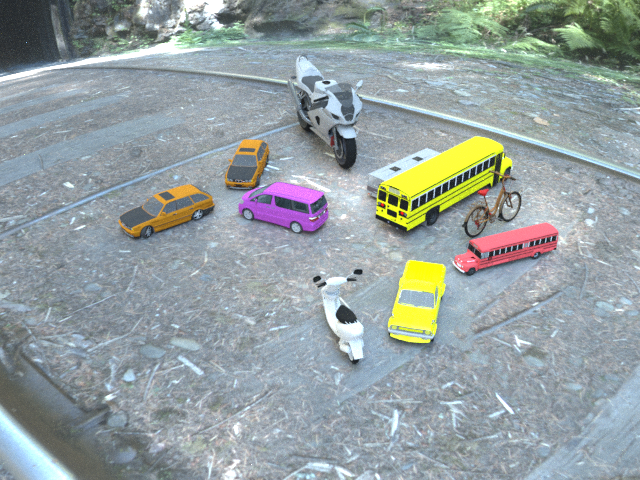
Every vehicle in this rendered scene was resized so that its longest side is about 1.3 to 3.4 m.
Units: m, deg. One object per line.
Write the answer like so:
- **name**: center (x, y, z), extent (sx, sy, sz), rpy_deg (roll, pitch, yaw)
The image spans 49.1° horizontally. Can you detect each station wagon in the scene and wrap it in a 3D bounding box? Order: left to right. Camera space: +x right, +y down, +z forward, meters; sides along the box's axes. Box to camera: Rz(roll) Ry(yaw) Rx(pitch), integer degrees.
- **station wagon**: center (-2.576, -0.524, 11.726), extent (1.597, 0.473, 0.682), rpy_deg (-23, 38, -33)
- **station wagon**: center (-1.381, -1.487, 13.329), extent (0.682, 0.473, 1.597), rpy_deg (3, 31, 6)

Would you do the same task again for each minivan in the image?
- **minivan**: center (-0.639, -0.606, 11.726), extent (1.548, 0.616, 0.681), rpy_deg (15, 34, 24)

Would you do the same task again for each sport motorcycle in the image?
- **sport motorcycle**: center (0.098, -2.628, 14.137), extent (0.983, 1.596, 2.955), rpy_deg (-11, 33, -18)

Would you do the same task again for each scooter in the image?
- **scooter**: center (0.273, 0.888, 8.945), extent (0.662, 0.919, 1.399), rpy_deg (-9, 32, -14)

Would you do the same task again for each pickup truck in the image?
- **pickup truck**: center (1.349, 0.766, 9.544), extent (0.640, 0.511, 1.603), rpy_deg (8, 32, 13)

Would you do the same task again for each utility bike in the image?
- **utility bike**: center (2.800, -0.617, 11.423), extent (1.435, 0.946, 0.535), rpy_deg (-21, 37, -31)

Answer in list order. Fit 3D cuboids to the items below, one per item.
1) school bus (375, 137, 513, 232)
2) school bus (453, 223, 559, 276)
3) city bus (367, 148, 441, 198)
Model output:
- **school bus**: center (2.305, -1.076, 12.285), extent (0.709, 0.844, 3.322), rpy_deg (27, 40, 37)
- **school bus**: center (2.832, 0.128, 10.680), extent (1.708, 0.434, 0.365), rpy_deg (-12, 33, -20)
- **city bus**: center (1.582, -1.191, 12.849), extent (1.674, 0.460, 0.476), rpy_deg (-26, 40, -36)
